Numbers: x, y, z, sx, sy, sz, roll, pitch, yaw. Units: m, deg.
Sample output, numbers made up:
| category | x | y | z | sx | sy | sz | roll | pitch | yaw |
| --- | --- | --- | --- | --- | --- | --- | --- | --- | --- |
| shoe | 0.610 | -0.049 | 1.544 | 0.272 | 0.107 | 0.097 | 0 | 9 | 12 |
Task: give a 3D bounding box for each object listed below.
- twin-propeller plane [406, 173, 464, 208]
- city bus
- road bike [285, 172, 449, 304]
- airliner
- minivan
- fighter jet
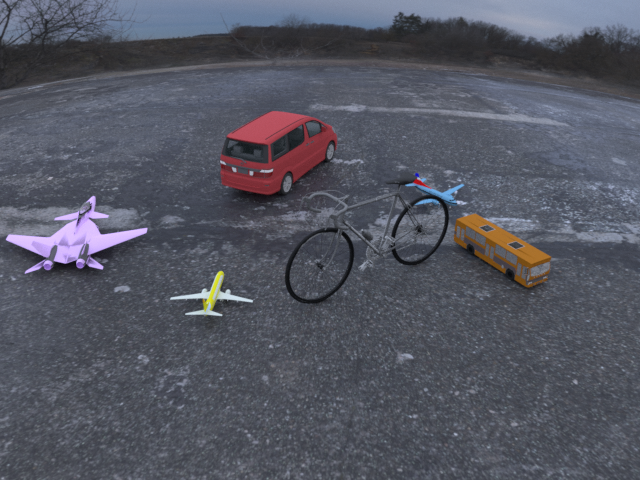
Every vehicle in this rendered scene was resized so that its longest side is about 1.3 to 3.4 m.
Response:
| category | x | y | z | sx | sy | sz | roll | pitch | yaw |
| --- | --- | --- | --- | --- | --- | --- | --- | --- | --- |
| twin-propeller plane | 2.092 | -0.892 | 12.770 | 1.370 | 0.407 | 1.095 | -21 | 35 | -34 |
| city bus | 2.773 | 0.153 | 10.804 | 0.476 | 0.460 | 1.674 | -16 | 32 | -26 |
| road bike | 0.765 | -0.107 | 10.034 | 3.004 | 1.656 | 0.696 | -18 | 34 | -30 |
| airliner | -1.507 | 0.683 | 9.866 | 1.161 | 0.429 | 1.307 | 2 | 29 | 3 |
| minivan | -0.720 | -1.866 | 13.729 | 1.324 | 1.197 | 3.011 | 14 | 31 | 23 |
| fighter jet | -3.986 | -0.318 | 11.566 | 2.229 | 0.557 | 2.640 | -3 | 29 | -5 |
